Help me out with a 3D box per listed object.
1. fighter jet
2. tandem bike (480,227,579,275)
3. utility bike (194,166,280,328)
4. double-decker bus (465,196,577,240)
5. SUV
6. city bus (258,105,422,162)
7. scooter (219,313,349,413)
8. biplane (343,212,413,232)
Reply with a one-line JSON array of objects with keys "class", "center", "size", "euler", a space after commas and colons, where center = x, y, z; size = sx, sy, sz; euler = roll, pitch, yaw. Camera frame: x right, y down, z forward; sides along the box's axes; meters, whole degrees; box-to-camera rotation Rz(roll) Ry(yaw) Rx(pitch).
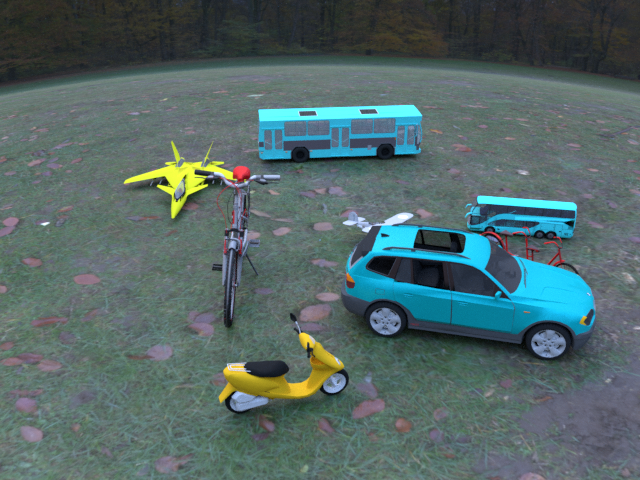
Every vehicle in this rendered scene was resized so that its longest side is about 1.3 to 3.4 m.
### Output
[{"class": "fighter jet", "center": [-2.416, -1.097, 12.445], "size": [2.229, 0.557, 2.640], "euler": [-1, 27, -1]}, {"class": "tandem bike", "center": [2.907, 0.165, 9.794], "size": [0.283, 0.682, 1.642], "euler": [-22, 34, -37]}, {"class": "utility bike", "center": [-1.015, -0.187, 9.205], "size": [1.039, 1.839, 2.791], "euler": [-1, 27, -2]}, {"class": "double-decker bus", "center": [3.131, -0.359, 10.994], "size": [1.672, 0.541, 0.389], "euler": [5, 27, 10]}, {"class": "SUV", "center": [1.789, 0.528, 8.572], "size": [3.058, 1.128, 1.276], "euler": [6, 27, 13]}, {"class": "city bus", "center": [0.380, -2.144, 14.154], "size": [3.255, 0.894, 0.926], "euler": [-3, 27, -6]}, {"class": "scooter", "center": [-0.358, 1.323, 7.222], "size": [1.399, 0.919, 0.662], "euler": [-8, 28, -15]}, {"class": "biplane", "center": [0.900, -0.178, 10.673], "size": [1.090, 0.504, 1.336], "euler": [17, 31, 31]}]
